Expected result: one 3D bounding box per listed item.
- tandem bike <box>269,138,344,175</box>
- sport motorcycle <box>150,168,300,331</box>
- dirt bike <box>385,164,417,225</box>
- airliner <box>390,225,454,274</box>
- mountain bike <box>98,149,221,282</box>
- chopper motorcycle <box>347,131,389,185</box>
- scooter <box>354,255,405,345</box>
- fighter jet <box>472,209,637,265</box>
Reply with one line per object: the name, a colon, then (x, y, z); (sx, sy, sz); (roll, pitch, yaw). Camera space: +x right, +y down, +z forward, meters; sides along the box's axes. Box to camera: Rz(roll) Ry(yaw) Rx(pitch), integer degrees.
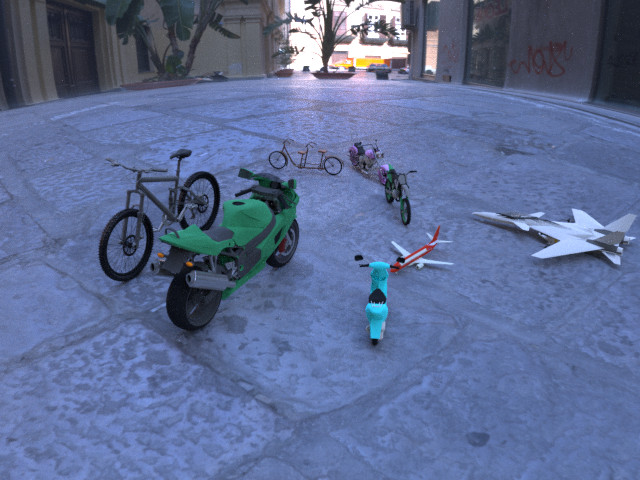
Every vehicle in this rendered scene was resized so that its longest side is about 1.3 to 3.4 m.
tandem bike: (-0.295, -1.719, 14.439); (1.642, 0.682, 0.283); (8, 27, 15)
sport motorcycle: (-1.131, 0.059, 9.682); (0.983, 1.596, 2.955); (14, 29, 27)
dirt bike: (1.399, -0.880, 12.491); (0.527, 0.857, 1.493); (-4, 26, -9)
airliner: (1.493, 0.156, 10.827); (1.161, 0.429, 1.307); (22, 33, 37)
mountain bike: (-2.417, -0.538, 10.818); (1.114, 1.688, 2.857); (13, 28, 24)
chopper motorcycle: (1.032, -1.677, 14.260); (0.466, 0.761, 1.563); (-13, 28, -25)
scooter: (0.758, 0.695, 9.140); (0.662, 0.919, 1.399); (3, 26, 6)
fighter jet: (3.786, -0.312, 11.653); (2.640, 0.557, 2.229); (16, 30, 30)
